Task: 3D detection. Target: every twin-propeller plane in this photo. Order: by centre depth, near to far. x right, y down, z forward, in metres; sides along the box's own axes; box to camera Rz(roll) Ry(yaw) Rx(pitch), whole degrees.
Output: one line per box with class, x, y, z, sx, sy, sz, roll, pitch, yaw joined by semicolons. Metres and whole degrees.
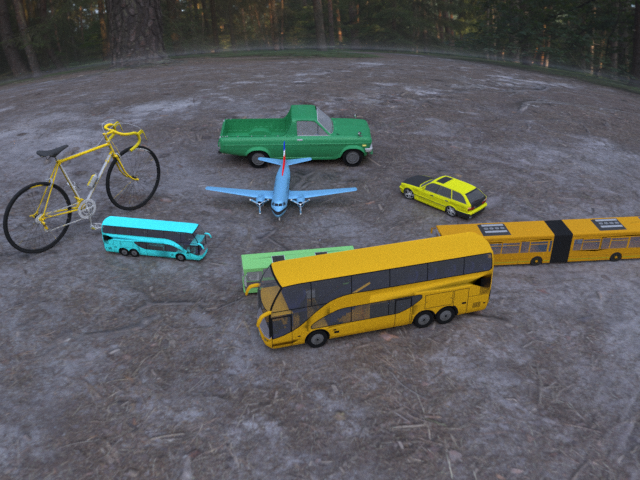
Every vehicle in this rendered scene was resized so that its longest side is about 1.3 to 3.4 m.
twin-propeller plane;-0.678;-1.049;12.427;2.663;0.792;2.129;0;30;1

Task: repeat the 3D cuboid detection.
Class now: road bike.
road bike;-3.780;-0.918;11.333;0.696;1.656;3.004;21;36;32

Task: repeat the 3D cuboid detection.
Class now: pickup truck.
pickup truck;-0.484;-2.148;14.135;3.117;0.993;1.244;-1;30;-2

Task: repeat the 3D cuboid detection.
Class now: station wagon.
station wagon;2.164;-0.867;12.430;1.597;0.473;0.682;26;39;38

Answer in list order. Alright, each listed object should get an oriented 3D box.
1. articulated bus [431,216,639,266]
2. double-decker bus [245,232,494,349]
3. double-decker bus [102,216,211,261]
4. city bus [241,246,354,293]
articulated bus;3.437;0.028;10.787;3.401;0.561;0.605;-3;30;-5
double-decker bus;0.687;0.657;9.203;3.251;1.052;0.756;-8;31;-14
double-decker bus;-2.547;-0.020;10.891;1.672;0.541;0.389;5;30;9
city bus;-0.292;0.443;10.168;1.674;0.460;0.476;-5;30;-8
